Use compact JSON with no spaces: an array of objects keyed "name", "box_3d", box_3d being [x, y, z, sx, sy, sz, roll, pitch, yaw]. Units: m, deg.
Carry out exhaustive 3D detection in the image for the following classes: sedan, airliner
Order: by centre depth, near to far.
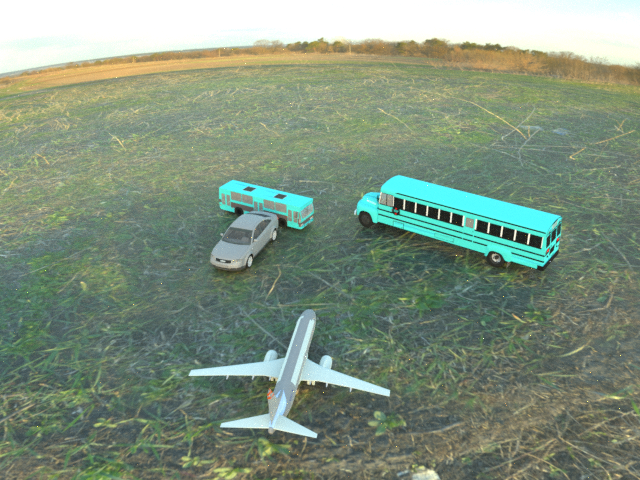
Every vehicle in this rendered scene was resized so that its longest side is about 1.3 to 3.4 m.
[{"name":"airliner","box_3d":[-0.311,1.289,7.927,2.257,0.835,2.541,4,28,8]},{"name":"sedan","box_3d":[-1.162,-0.051,10.888,0.635,0.483,1.613,9,29,17]}]

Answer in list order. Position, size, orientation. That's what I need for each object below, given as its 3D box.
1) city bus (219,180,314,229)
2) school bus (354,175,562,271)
[{"name":"city bus","box_3d":[-0.929,-0.596,11.962,1.674,0.460,0.476,15,31,26]},{"name":"school bus","box_3d":[2.057,-0.340,11.053,3.322,0.844,0.709,18,33,31]}]
